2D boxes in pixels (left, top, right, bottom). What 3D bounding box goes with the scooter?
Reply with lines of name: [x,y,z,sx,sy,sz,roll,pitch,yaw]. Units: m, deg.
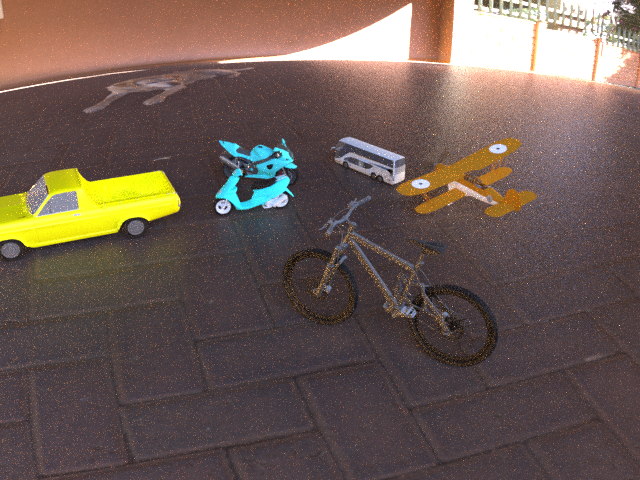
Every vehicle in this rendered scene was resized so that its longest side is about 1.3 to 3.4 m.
scooter: [-1.140,-0.897,11.872,1.399,0.919,0.662,-8,30,-14]

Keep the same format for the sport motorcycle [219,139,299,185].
sport motorcycle: [-1.127,-1.441,12.971,1.520,0.821,0.506,6,29,12]

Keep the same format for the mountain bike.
mountain bike: [0.774,0.539,8.437,2.857,1.688,1.114,15,32,25]

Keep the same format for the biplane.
biplane: [2.565,-0.891,11.796,2.598,0.981,2.120,-17,33,-28]

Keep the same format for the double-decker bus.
double-decker bus: [0.919,-1.543,13.450,0.389,0.541,1.672,-24,36,-36]

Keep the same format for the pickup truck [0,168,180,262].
pickup truck: [-3.862,-0.566,11.187,3.117,0.993,1.244,-12,31,-21]
